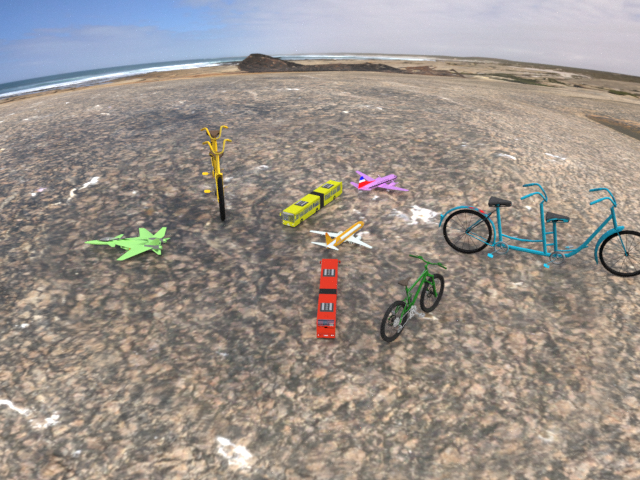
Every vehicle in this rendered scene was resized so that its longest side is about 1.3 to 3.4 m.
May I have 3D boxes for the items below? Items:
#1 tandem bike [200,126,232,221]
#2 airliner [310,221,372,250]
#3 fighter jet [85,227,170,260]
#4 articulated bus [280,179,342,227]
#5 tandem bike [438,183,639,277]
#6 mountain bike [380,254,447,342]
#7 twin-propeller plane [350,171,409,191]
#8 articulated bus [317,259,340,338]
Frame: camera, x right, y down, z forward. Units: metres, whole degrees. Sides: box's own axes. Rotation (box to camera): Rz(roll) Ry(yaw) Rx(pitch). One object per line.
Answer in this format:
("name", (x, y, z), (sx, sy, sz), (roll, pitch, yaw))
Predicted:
("tandem bike", (-1.941, -1.488, 13.128), (0.550, 1.326, 3.192), (-5, 27, -10))
("airliner", (0.409, -0.155, 11.486), (1.161, 0.429, 1.307), (15, 31, 28))
("fighter jet", (-3.177, -0.011, 11.359), (1.358, 0.286, 1.147), (2, 27, 4))
("articulated bus", (-0.119, -0.687, 12.694), (0.311, 0.289, 1.749), (15, 30, 27))
("tandem bike", (3.402, -0.212, 10.606), (3.192, 1.326, 0.550), (9, 28, 17))
("mountain bike", (1.250, 0.748, 9.214), (0.573, 0.868, 1.469), (21, 34, 35))
("twin-propeller plane", (1.118, -1.148, 13.473), (1.095, 0.407, 1.370), (-22, 34, -37))
("articulated bus", (0.115, 0.780, 9.793), (0.311, 0.289, 1.749), (1, 27, 2))
